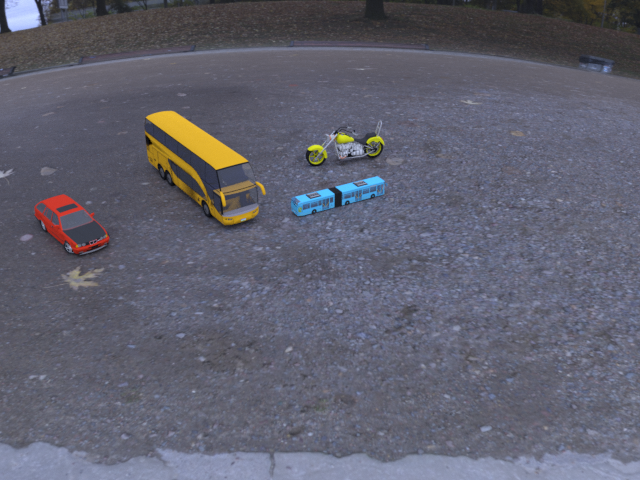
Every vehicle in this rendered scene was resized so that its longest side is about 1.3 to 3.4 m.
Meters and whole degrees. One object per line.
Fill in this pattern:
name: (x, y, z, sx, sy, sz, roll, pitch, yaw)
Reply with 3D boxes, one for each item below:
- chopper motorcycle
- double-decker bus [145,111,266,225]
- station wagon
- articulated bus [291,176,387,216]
chopper motorcycle: (0.488, -1.848, 13.374, 1.563, 0.761, 0.466, -8, 31, -14)
double-decker bus: (-2.091, -1.277, 12.083, 0.756, 1.052, 3.251, -19, 35, -30)
station wagon: (-3.893, -0.284, 10.930, 0.682, 0.473, 1.597, -24, 37, -35)
articulated bus: (0.335, -0.751, 11.933, 1.749, 0.289, 0.311, -16, 33, -26)
